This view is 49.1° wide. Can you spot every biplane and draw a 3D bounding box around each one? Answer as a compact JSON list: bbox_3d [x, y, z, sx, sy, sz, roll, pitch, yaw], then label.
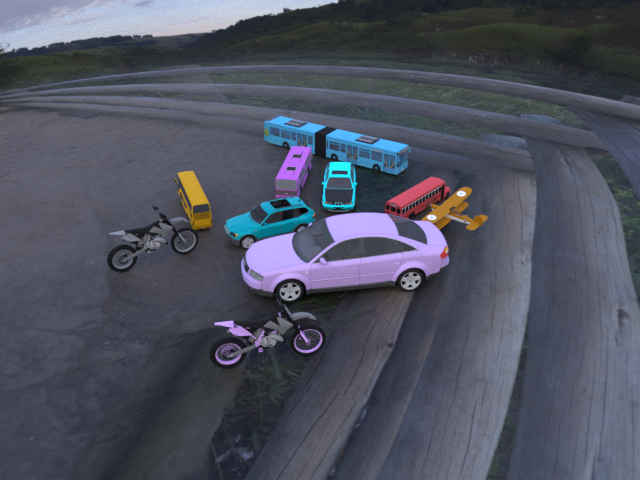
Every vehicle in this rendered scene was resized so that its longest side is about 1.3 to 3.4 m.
[{"bbox_3d":[2.310,-0.420,12.034,1.090,0.504,1.336,24,37,36],"label":"biplane"}]

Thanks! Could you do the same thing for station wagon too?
[{"bbox_3d":[0.367,-1.045,13.187,0.682,0.473,1.597,1,29,2],"label":"station wagon"}]

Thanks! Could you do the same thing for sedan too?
[{"bbox_3d":[0.378,0.164,10.540,3.137,0.940,1.235,-5,29,-9],"label":"sedan"}]

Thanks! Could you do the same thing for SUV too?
[{"bbox_3d":[-0.836,-0.334,11.803,1.572,0.580,0.656,-12,31,-20],"label":"SUV"}]

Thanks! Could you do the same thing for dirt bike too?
[{"bbox_3d":[-2.618,-0.020,10.955,1.493,0.857,0.527,-17,33,-27],"label":"dirt bike"},{"bbox_3d":[-0.653,1.181,8.799,1.493,0.857,0.527,-7,30,-12],"label":"dirt bike"}]

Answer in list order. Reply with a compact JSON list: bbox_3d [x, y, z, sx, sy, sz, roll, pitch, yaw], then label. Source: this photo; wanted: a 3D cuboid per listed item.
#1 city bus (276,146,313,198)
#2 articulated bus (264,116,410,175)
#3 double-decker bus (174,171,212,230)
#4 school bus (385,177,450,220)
[{"bbox_3d":[-0.497,-1.308,13.673,0.476,0.460,1.674,4,29,8],"label":"city bus"},{"bbox_3d":[0.296,-2.047,14.895,3.401,0.561,0.605,18,34,29],"label":"articulated bus"},{"bbox_3d":[-2.282,-0.746,12.583,0.389,0.541,1.672,-10,31,-17],"label":"double-decker bus"},{"bbox_3d":[1.810,-0.753,12.704,0.365,0.434,1.708,23,36,35],"label":"school bus"}]
